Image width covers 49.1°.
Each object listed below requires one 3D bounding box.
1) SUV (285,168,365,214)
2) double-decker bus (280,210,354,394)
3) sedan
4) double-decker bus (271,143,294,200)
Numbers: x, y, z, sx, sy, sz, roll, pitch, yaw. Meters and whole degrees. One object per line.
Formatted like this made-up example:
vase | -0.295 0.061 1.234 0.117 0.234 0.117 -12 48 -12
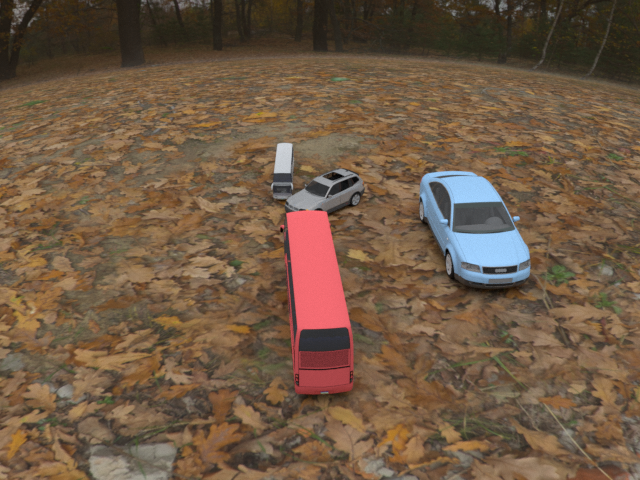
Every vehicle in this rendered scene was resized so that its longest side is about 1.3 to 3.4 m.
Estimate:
SUV | 0.095 -0.808 12.210 1.572 0.580 0.656 -25 37 -38
double-decker bus | -0.085 0.629 9.059 0.756 1.052 3.251 -2 29 -4
sedan | 2.364 -0.337 10.963 1.235 0.940 3.137 -2 29 -4
double-decker bus | -0.679 -1.286 13.135 0.389 0.541 1.672 0 28 0
